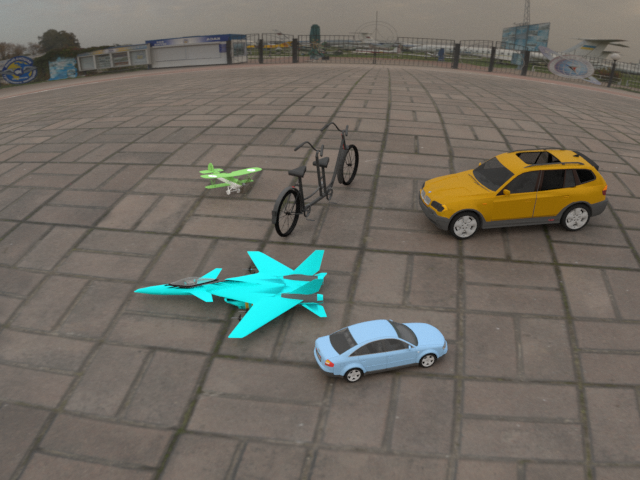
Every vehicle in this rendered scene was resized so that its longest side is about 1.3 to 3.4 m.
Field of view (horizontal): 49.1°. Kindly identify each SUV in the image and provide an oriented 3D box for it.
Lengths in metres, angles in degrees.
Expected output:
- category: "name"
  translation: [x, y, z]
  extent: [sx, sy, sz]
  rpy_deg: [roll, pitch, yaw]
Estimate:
- category: "SUV"
  translation: [3.178, -0.837, 11.555]
  extent: [3.058, 1.128, 1.276]
  rpy_deg: [-4, 28, -8]

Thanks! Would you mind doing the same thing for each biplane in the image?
- category: "biplane"
  translation: [-1.704, -1.143, 12.826]
  extent: [1.090, 0.504, 1.336]
  rpy_deg: [24, 36, 39]

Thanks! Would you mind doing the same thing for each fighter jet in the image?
- category: "fighter jet"
  translation: [-1.222, 0.559, 9.475]
  extent: [2.640, 0.557, 2.229]
  rpy_deg: [0, 27, 1]

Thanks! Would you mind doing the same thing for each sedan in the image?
- category: "sedan"
  translation: [0.732, 1.229, 8.260]
  extent: [1.613, 0.483, 0.635]
  rpy_deg: [-8, 28, -15]

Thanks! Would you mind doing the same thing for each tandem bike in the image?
- category: "tandem bike"
  translation: [-0.006, -1.135, 11.916]
  extent: [0.550, 1.326, 3.192]
  rpy_deg: [13, 30, 24]
